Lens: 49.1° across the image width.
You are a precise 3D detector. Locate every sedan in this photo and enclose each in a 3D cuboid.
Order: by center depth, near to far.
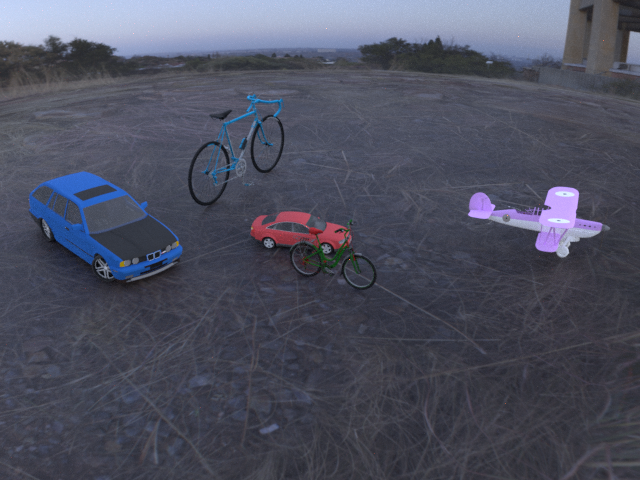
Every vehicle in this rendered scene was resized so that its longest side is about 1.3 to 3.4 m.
[{"bbox_3d":[-0.303,-0.159,11.138,1.613,0.483,0.635,6,27,11],"label":"sedan"}]

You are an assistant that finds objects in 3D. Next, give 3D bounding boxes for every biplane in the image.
[{"bbox_3d":[3.387,-0.327,10.918,2.120,0.981,2.598,10,28,19],"label":"biplane"}]

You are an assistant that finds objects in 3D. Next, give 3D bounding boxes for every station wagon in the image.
[{"bbox_3d":[-3.421,-0.316,10.963,1.327,0.920,3.105,-23,35,-38],"label":"station wagon"}]

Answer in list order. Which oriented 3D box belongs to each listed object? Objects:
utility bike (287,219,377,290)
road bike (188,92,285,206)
[{"bbox_3d":[0.175,0.160,9.991,1.435,0.946,0.535,13,29,24],"label":"utility bike"},{"bbox_3d":[-1.490,-1.755,13.005,0.697,1.656,3.004,15,30,27],"label":"road bike"}]
